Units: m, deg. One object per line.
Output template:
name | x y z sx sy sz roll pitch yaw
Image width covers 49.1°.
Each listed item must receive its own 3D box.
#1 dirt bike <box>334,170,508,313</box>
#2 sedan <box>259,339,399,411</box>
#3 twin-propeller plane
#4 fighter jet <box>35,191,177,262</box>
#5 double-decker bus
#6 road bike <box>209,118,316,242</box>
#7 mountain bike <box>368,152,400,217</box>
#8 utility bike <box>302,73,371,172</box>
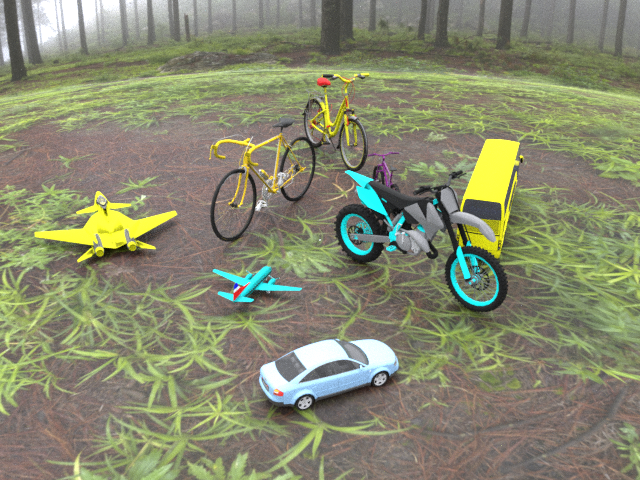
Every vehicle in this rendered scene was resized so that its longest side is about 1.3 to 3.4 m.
dirt bike | 1.307 -0.131 9.532 2.903 1.666 1.024 23 35 38
sedan | 0.122 1.401 7.785 1.613 0.483 0.635 -12 29 -22
twin-propeller plane | -0.917 0.557 9.563 1.370 0.407 1.095 11 28 21
fighter jet | -3.520 -0.478 11.472 2.229 0.557 2.640 -10 28 -20
double-decker bus | 2.833 -0.788 11.539 0.756 1.052 3.251 9 28 17
road bike | -0.861 -1.114 11.516 0.696 1.656 3.004 15 30 27
mountain bike | 1.167 -1.009 12.188 0.573 0.868 1.469 -6 27 -12
utility bike | 0.350 -2.580 14.252 1.039 1.839 2.791 -13 29 -24
